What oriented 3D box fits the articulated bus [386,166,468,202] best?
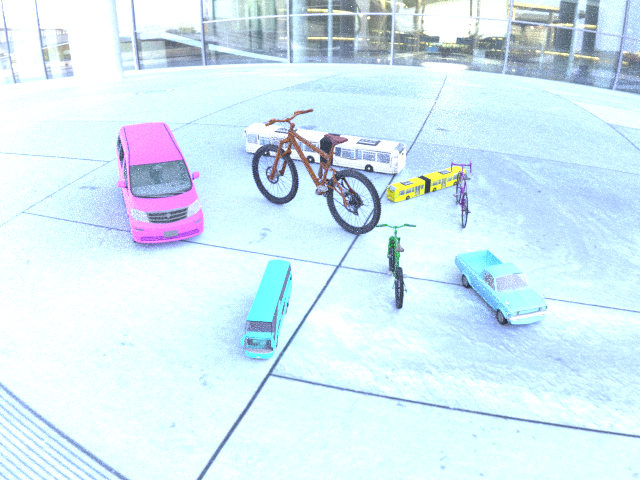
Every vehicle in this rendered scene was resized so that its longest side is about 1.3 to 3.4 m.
[{"bbox_3d":[1.986,-1.044,12.954,1.749,0.289,0.311,-17,32,-30],"label":"articulated bus"}]

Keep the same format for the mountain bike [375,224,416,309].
[{"bbox_3d":[1.062,0.298,9.739,0.573,0.868,1.469,0,27,0],"label":"mountain bike"}]

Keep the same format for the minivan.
[{"bbox_3d":[-2.796,-1.027,11.935,1.324,1.197,3.011,-9,29,-17],"label":"minivan"}]

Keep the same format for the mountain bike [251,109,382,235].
[{"bbox_3d":[-0.127,-1.146,11.632,2.857,1.688,1.114,22,35,36],"label":"mountain bike"}]

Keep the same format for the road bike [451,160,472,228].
[{"bbox_3d":[2.424,-0.822,11.914,0.358,0.852,1.545,2,27,4],"label":"road bike"}]

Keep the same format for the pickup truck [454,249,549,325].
[{"bbox_3d":[2.455,0.573,9.596,0.640,0.511,1.603,-8,29,-16],"label":"pickup truck"}]

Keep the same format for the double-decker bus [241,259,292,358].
[{"bbox_3d":[-0.647,0.872,8.987,0.389,0.541,1.672,3,28,6],"label":"double-decker bus"}]

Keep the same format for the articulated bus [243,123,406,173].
[{"bbox_3d":[0.045,-1.878,14.266,3.401,0.561,0.605,11,29,20],"label":"articulated bus"}]
